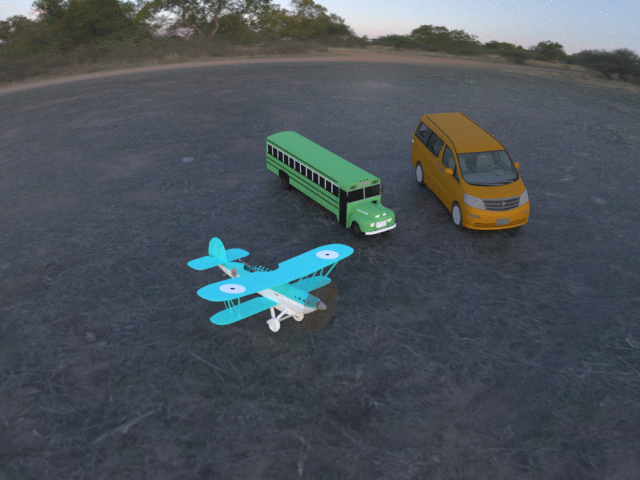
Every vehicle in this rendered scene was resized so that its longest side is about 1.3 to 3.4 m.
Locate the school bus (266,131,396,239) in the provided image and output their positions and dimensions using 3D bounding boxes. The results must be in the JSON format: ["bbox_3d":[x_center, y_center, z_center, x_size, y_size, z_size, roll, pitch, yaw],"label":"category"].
[{"bbox_3d":[0.123,-1.024,12.167,0.709,0.844,3.322,-16,32,-28],"label":"school bus"}]

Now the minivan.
[{"bbox_3d":[2.569,-1.249,12.216,1.324,1.197,3.011,-6,28,-11],"label":"minivan"}]

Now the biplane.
[{"bbox_3d":[-0.706,0.519,9.079,2.120,0.981,2.598,22,35,35],"label":"biplane"}]
